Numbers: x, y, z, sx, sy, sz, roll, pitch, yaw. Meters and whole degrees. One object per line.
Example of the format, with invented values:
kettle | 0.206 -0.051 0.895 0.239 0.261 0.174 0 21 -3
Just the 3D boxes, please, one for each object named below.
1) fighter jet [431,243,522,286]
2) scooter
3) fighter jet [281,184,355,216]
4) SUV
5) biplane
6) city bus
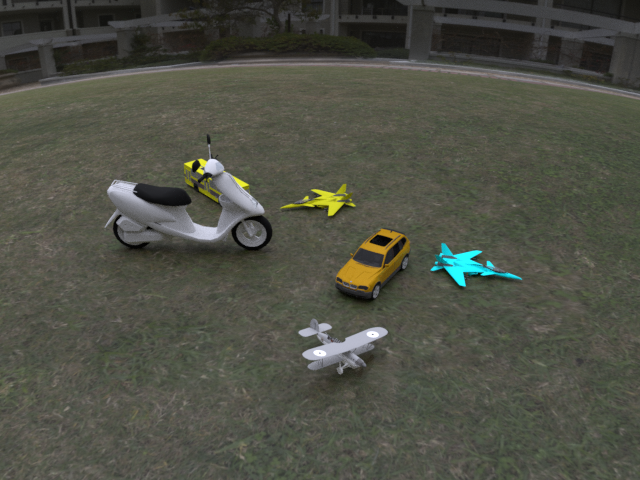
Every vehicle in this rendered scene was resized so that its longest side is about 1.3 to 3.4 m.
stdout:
fighter jet | 2.459 0.390 10.858 1.358 0.286 1.147 12 31 21
scooter | -2.133 -0.641 11.173 2.721 1.786 1.288 1 29 1
fighter jet | -0.074 -0.751 12.922 1.358 0.286 1.147 -8 30 -14
SUV | 0.832 0.324 10.675 0.656 0.580 1.572 17 33 27
biplane | 0.231 1.346 8.903 1.336 0.504 1.090 -22 36 -34
city bus | -1.967 -1.043 13.273 0.476 0.460 1.674 -22 36 -34
